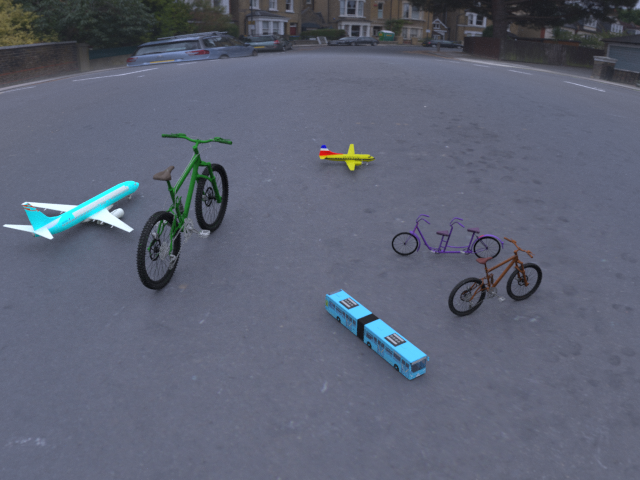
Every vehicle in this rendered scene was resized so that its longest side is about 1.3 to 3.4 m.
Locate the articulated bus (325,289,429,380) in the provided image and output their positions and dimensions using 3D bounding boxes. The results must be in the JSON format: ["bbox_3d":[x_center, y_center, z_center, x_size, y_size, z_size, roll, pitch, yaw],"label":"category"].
[{"bbox_3d":[0.652,1.127,8.611,0.311,0.289,1.749,-18,33,-29],"label":"articulated bus"}]

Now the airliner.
[{"bbox_3d":[-3.784,-0.662,11.336,2.257,0.835,2.541,13,31,23],"label":"airliner"}]

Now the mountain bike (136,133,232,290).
[{"bbox_3d":[-1.942,-0.527,10.193,1.114,1.688,2.857,8,29,14],"label":"mountain bike"}]

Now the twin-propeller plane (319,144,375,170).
[{"bbox_3d":[0.528,-1.649,13.606,1.095,0.407,1.370,1,28,2],"label":"twin-propeller plane"}]

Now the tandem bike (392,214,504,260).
[{"bbox_3d":[1.887,-0.030,10.333,1.642,0.682,0.283,3,29,5],"label":"tandem bike"}]

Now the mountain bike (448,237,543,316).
[{"bbox_3d":[2.322,0.513,9.136,1.469,0.868,0.573,-12,31,-21],"label":"mountain bike"}]
